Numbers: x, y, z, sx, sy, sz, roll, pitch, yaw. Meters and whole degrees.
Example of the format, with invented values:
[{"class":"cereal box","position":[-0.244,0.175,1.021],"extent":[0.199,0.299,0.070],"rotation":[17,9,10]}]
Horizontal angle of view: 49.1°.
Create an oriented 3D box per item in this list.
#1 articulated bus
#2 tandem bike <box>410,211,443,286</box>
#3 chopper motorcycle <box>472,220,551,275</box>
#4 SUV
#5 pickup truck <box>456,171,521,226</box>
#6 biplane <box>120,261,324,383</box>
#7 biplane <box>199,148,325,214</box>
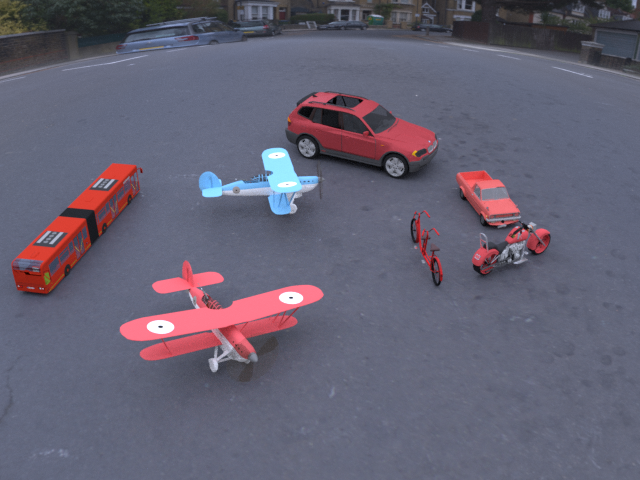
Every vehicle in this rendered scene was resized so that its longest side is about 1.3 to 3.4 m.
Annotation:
[{"class":"articulated bus","position":[-3.775,-0.302,11.235],"extent":[0.605,0.561,3.401],"rotation":[5,32,9]},{"class":"tandem bike","position":[1.596,0.049,10.538],"extent":[0.283,0.682,1.642],"rotation":[-4,31,-7]},{"class":"chopper motorcycle","position":[2.906,0.038,10.480],"extent":[1.563,0.761,0.466],"rotation":[-19,36,-28]},{"class":"SUV","position":[0.805,-2.152,13.751],"extent":[3.058,1.128,1.276],"rotation":[15,34,24]},{"class":"pickup truck","position":[2.884,-0.788,12.090],"extent":[0.640,0.511,1.603],"rotation":[-5,32,-9]},{"class":"biplane","position":[-1.262,0.943,8.768],"extent":[2.598,0.981,2.120],"rotation":[-18,36,-28]},{"class":"biplane","position":[-0.974,-0.940,11.887],"extent":[2.120,0.981,2.598],"rotation":[-5,31,-8]}]
